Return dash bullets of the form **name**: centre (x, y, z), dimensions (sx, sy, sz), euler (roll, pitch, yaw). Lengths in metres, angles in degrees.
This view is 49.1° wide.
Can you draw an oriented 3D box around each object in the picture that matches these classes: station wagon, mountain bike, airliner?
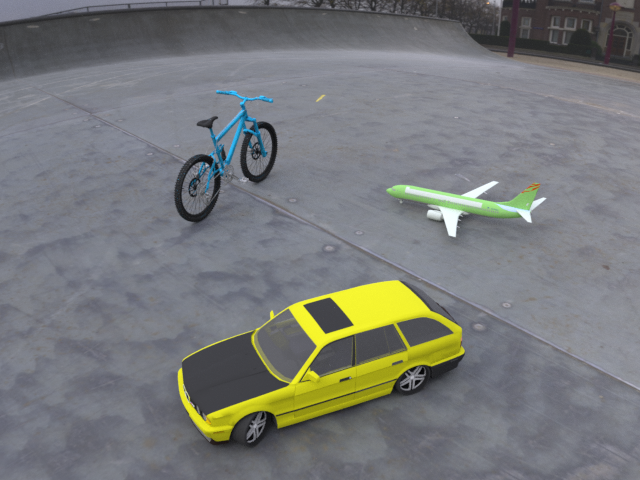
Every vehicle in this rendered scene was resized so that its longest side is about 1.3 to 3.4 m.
- **station wagon**: centre (0.019, 1.193, 7.572), dimensions (3.105, 0.920, 1.327), euler (-12, 31, -22)
- **mountain bike**: centre (-1.495, -1.452, 11.613), dimensions (1.114, 1.688, 2.857), euler (15, 32, 25)
- **airliner**: centre (2.240, -0.758, 11.231), dimensions (2.541, 0.835, 2.257), euler (15, 32, 25)
